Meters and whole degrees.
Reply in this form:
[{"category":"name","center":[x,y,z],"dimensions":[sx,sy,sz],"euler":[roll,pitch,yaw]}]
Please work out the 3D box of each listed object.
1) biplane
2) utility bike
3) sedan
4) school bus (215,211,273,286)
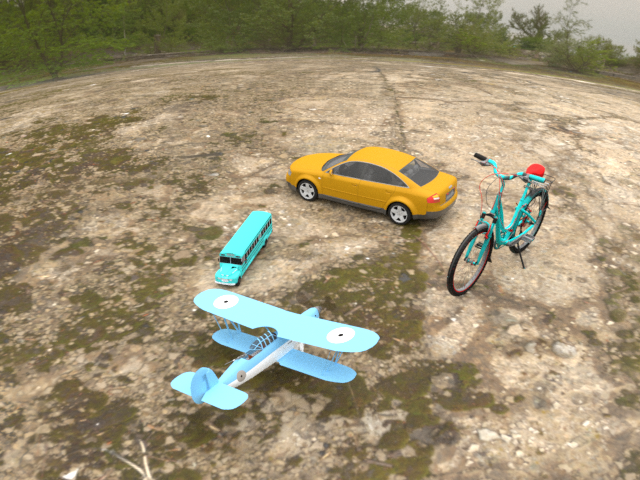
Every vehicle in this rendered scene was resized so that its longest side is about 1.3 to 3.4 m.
[{"category":"biplane","center":[-0.662,1.235,7.815],"dimensions":[2.598,0.981,2.120],"euler":[20,34,33]},{"category":"utility bike","center":[2.707,-0.324,9.818],"dimensions":[1.039,1.839,2.791],"euler":[23,36,36]},{"category":"sedan","center":[0.845,-1.108,12.233],"dimensions":[3.137,0.940,1.235],"euler":[16,32,27]},{"category":"school bus","center":[-1.131,0.114,10.487],"dimensions":[0.365,0.434,1.708],"euler":[7,29,13]}]
